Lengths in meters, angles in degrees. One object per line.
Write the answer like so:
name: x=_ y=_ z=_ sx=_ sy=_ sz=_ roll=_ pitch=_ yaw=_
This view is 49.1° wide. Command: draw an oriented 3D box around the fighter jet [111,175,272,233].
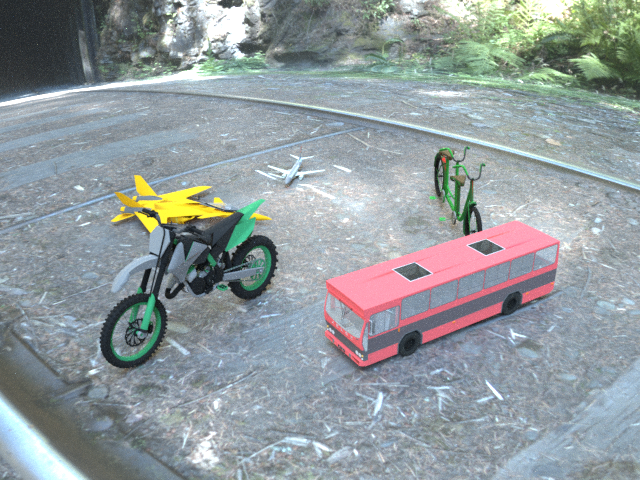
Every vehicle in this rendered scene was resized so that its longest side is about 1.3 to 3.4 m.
fighter jet: x=-2.100 y=-0.613 z=11.893 sx=2.640 sy=0.557 sz=2.229 roll=5 pitch=27 yaw=10

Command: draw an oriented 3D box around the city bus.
city bus: x=1.627 y=0.640 z=8.995 sx=3.255 sy=0.894 sz=0.926 roll=-16 pitch=30 yaw=-29

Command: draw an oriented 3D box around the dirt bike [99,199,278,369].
dirt bike: x=-1.519 y=0.383 z=8.646 sx=1.024 sy=1.666 sz=2.903 roll=19 pitch=32 yaw=34

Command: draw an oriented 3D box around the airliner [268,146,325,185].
airliner: x=-0.504 y=-1.449 z=13.718 sx=1.161 sy=0.429 sz=1.307 roll=5 pitch=27 yaw=11

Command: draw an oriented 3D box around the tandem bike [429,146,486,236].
tandem bike: x=2.268 y=-0.905 z=11.618 sx=0.550 sy=1.326 sz=3.192 roll=-2 pitch=26 yaw=-3
